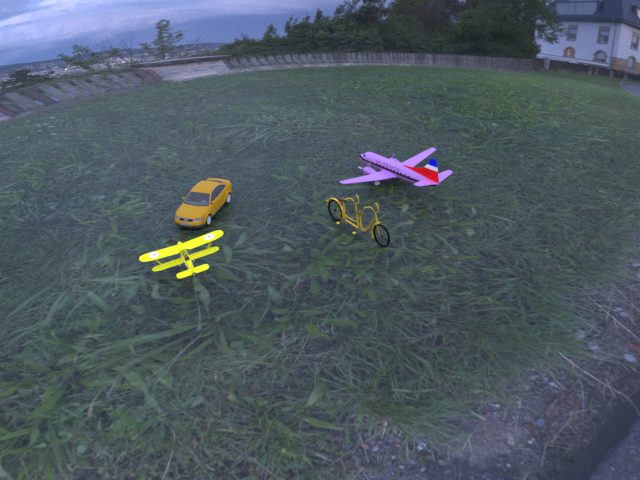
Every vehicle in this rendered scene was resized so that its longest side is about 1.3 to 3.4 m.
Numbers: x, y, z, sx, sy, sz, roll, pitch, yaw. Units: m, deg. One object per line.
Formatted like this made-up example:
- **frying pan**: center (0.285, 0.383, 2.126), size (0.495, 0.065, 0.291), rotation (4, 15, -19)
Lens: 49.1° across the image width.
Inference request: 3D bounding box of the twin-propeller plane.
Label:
- **twin-propeller plane**: center (1.519, -1.478, 13.745), size (2.663, 0.792, 2.129), rotation (-23, 36, -35)

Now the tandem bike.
- **tandem bike**: center (0.636, -0.429, 11.961), size (0.283, 0.682, 1.642), rotation (-21, 35, -33)

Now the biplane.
- **biplane**: center (-2.091, 0.288, 10.848), size (1.336, 0.504, 1.090), rotation (-11, 31, -19)

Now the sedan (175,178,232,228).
- **sedan**: center (-2.108, -0.729, 12.709), size (0.635, 0.483, 1.613), rotation (8, 30, 13)
